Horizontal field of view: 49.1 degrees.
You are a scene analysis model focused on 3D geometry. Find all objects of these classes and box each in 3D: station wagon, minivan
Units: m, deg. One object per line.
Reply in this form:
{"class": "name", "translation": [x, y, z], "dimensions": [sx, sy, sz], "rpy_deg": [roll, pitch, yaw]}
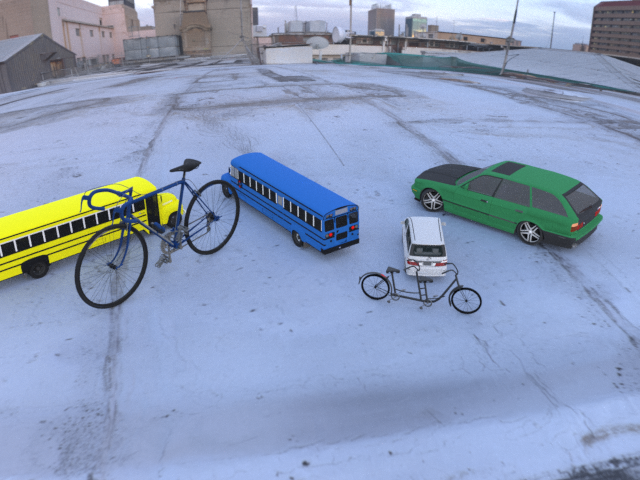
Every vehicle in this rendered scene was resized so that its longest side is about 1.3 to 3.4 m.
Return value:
{"class": "station wagon", "translation": [3.007, -0.785, 11.574], "dimensions": [3.105, 0.920, 1.327], "rpy_deg": [22, 35, 36]}
{"class": "minivan", "translation": [1.543, -0.011, 10.403], "dimensions": [0.681, 0.616, 1.548], "rpy_deg": [2, 27, 3]}

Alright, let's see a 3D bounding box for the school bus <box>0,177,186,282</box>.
{"class": "school bus", "translation": [-3.555, -0.236, 10.590], "dimensions": [3.322, 0.844, 0.709], "rpy_deg": [-24, 36, -39]}

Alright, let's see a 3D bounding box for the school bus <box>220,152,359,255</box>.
{"class": "school bus", "translation": [-0.630, -0.712, 11.516], "dimensions": [0.709, 0.844, 3.322], "rpy_deg": [-18, 32, -31]}

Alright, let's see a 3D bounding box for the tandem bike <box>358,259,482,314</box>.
{"class": "tandem bike", "translation": [1.304, 0.582, 9.179], "dimensions": [1.642, 0.682, 0.283], "rpy_deg": [8, 28, 15]}

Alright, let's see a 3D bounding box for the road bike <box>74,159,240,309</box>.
{"class": "road bike", "translation": [-2.144, -0.214, 9.661], "dimensions": [0.697, 1.656, 3.004], "rpy_deg": [19, 33, 32]}
